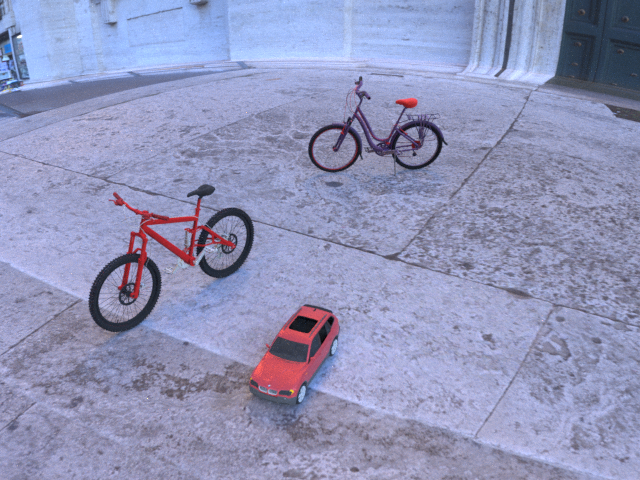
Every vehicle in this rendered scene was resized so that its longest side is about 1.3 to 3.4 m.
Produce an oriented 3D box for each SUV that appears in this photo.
[{"bbox_3d":[-0.281,1.350,8.521,0.656,0.580,1.572,12,31,21],"label":"SUV"}]

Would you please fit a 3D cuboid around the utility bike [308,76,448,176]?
[{"bbox_3d":[1.166,-2.127,13.529,2.791,1.839,1.039,-3,29,-5],"label":"utility bike"}]

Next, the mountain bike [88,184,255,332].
[{"bbox_3d":[-1.969,0.104,9.635,1.114,1.688,2.857,22,36,35],"label":"mountain bike"}]
